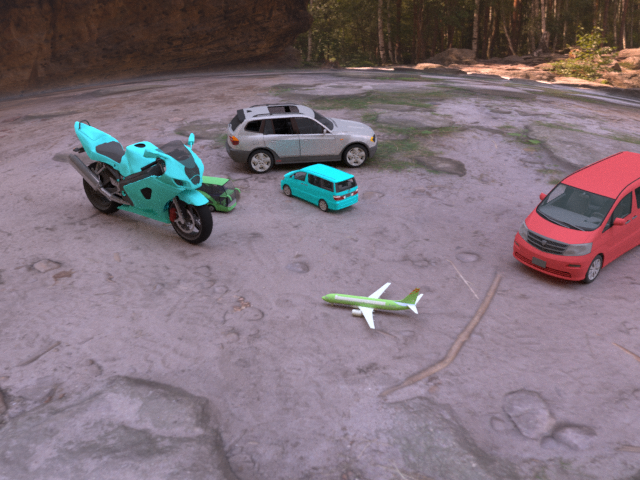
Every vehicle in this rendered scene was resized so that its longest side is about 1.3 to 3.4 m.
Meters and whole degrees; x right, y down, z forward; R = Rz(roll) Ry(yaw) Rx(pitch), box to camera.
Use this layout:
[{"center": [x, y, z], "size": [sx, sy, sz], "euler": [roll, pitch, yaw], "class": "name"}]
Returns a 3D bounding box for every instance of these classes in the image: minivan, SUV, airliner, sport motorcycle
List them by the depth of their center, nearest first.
[{"center": [0.651, 0.730, 9.042], "size": [1.307, 0.429, 1.161], "euler": [7, 27, 14], "class": "airliner"}, {"center": [4.165, -0.408, 10.494], "size": [3.011, 1.197, 1.324], "euler": [-21, 33, -37], "class": "minivan"}, {"center": [-2.846, -0.954, 11.155], "size": [2.955, 1.596, 0.983], "euler": [18, 31, 32], "class": "sport motorcycle"}, {"center": [-0.040, -0.993, 12.347], "size": [0.681, 0.616, 1.548], "euler": [-23, 34, -38], "class": "minivan"}, {"center": [-0.370, -2.117, 14.059], "size": [3.058, 1.128, 1.276], "euler": [-4, 26, -9], "class": "SUV"}]

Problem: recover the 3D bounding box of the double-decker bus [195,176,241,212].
[{"center": [-2.220, -0.845, 12.131], "size": [1.672, 0.541, 0.389], "euler": [8, 27, 16], "class": "double-decker bus"}]
